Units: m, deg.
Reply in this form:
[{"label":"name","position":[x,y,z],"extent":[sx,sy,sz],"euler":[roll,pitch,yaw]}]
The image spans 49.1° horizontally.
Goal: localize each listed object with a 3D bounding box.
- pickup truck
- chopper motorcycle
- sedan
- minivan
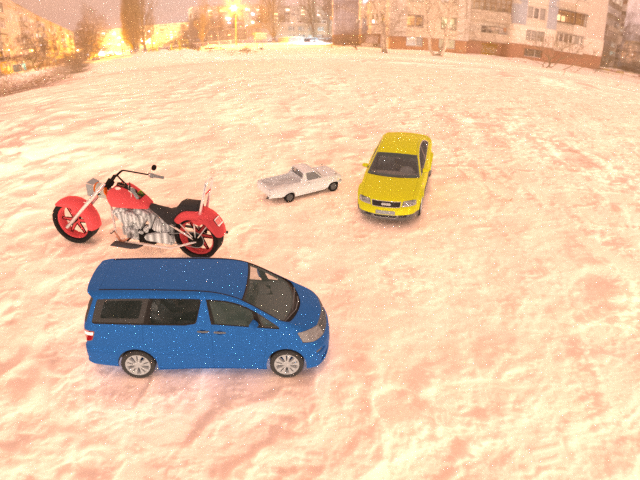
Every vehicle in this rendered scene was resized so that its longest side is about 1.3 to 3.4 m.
[{"label":"pickup truck","position":[-0.381,-1.142,13.304],"extent":[1.603,0.511,0.640],"euler":[-16,33,-27]},{"label":"chopper motorcycle","position":[-2.939,-0.492,11.125],"extent":[3.040,1.480,0.906],"euler":[8,30,15]},{"label":"sedan","position":[1.474,-1.365,13.265],"extent":[1.235,0.940,3.137],"euler":[6,30,11]},{"label":"minivan","position":[-1.385,0.921,8.858],"extent":[3.011,1.197,1.324],"euler":[0,29,0]}]
